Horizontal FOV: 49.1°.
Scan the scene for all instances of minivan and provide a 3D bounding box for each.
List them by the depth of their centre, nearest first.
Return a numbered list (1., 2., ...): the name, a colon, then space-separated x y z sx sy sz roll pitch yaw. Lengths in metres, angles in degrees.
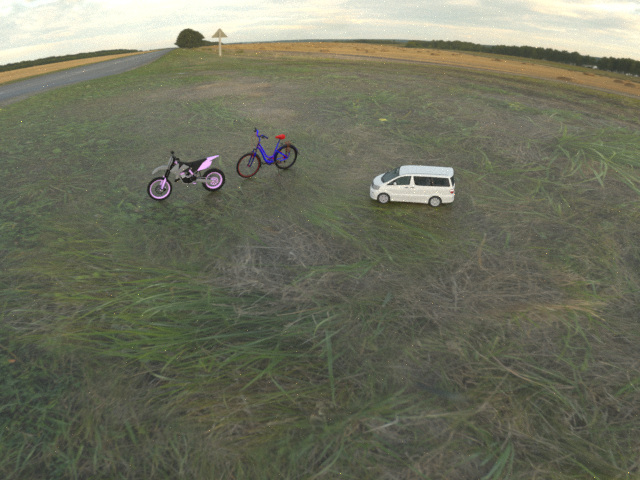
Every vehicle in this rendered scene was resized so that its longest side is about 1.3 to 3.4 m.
1. minivan: 1.707 -1.033 12.934 1.548 0.616 0.681 4 29 8

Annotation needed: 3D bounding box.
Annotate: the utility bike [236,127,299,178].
1. utility bike: -0.998 -1.739 13.886 1.435 0.946 0.535 -17 33 -28

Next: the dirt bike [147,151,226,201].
1. dirt bike: -2.485 -1.206 12.999 1.493 0.857 0.527 -12 31 -22
